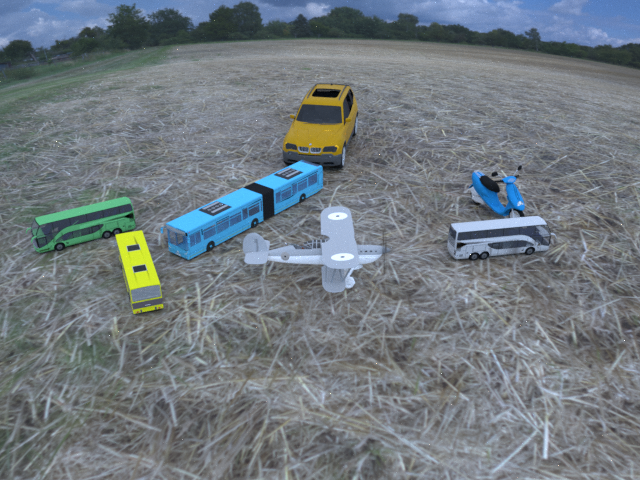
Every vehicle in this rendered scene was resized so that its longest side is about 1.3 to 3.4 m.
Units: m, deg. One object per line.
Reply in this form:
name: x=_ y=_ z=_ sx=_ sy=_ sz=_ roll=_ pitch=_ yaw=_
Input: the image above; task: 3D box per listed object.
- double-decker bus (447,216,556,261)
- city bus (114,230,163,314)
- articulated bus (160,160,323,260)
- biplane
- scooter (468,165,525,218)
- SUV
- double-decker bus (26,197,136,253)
double-decker bus: x=2.831 y=-0.037 z=10.938 sx=1.672 sy=0.541 sz=0.389 roll=-5 pitch=29 yaw=-10
city bus: x=-2.627 y=0.453 z=10.129 sx=0.476 sy=0.460 sz=1.674 roll=-10 pitch=30 yaw=-18
articulated bus: x=-1.182 y=-0.588 z=11.920 sx=0.605 sy=0.561 sz=3.401 roll=21 pitch=35 yaw=33
biplane: x=-0.047 y=0.164 z=10.114 sx=2.120 sy=0.981 sz=2.598 roll=0 pitch=29 yaw=-1
scooter: x=3.053 y=-0.856 z=12.037 sx=0.662 sy=0.919 sz=1.399 roll=-15 pitch=32 yaw=-25
SUV: x=0.066 y=-2.475 z=14.770 sx=1.276 sy=1.128 sz=3.058 roll=5 pitch=29 yaw=9
double-decker bus: x=-3.840 y=-0.242 z=11.312 sx=1.672 sy=0.541 sz=0.389 roll=-17 pitch=33 yaw=-28
